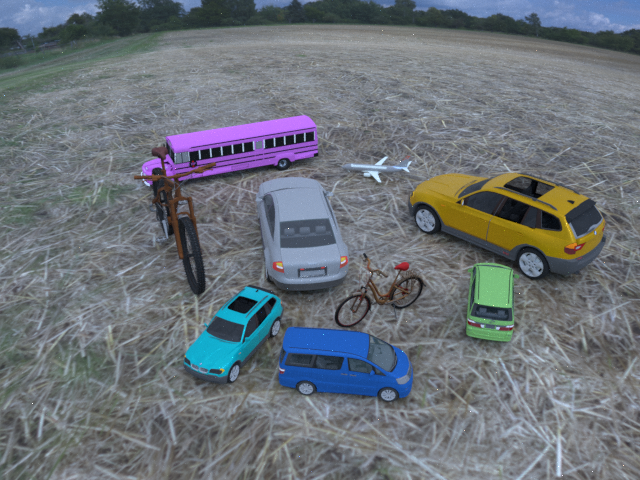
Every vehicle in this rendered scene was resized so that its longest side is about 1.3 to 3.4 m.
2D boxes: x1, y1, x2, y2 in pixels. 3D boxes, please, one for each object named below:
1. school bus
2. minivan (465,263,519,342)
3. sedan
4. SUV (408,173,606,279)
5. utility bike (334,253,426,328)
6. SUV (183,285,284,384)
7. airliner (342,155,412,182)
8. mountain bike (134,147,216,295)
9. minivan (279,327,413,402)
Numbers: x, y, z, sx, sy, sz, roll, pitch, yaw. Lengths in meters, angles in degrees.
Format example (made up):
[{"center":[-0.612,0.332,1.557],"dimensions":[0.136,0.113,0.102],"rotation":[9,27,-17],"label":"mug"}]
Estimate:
[{"center":[-1.675,-1.646,13.067],"dimensions":[3.322,0.844,0.709],"rotation":[-13,33,-21],"label":"school bus"},{"center":[2.279,0.703,9.291],"dimensions":[0.681,0.616,1.548],"rotation":[7,31,12],"label":"minivan"},{"center":[-0.331,-0.313,10.702],"dimensions":[1.235,0.940,3.137],"rotation":[-4,31,-8],"label":"sedan"},{"center":[2.806,-0.451,10.751],"dimensions":[3.058,1.128,1.276],"rotation":[26,39,37],"label":"SUV"},{"center":[0.839,0.646,9.062],"dimensions":[1.435,0.946,0.535],"rotation":[-16,34,-25],"label":"utility bike"},{"center":[-1.041,1.117,8.620],"dimensions":[0.656,0.580,1.572],"rotation":[14,33,23],"label":"SUV"},{"center":[1.046,-1.428,13.106],"dimensions":[1.307,0.429,1.161],"rotation":[5,31,9],"label":"airliner"},{"center":[-2.133,-0.453,10.201],"dimensions":[1.114,1.688,2.857],"rotation":[-12,33,-20],"label":"mountain bike"},{"center":[0.305,1.406,8.092],"dimensions":[1.548,0.616,0.681],"rotation":[3,31,6],"label":"minivan"}]
